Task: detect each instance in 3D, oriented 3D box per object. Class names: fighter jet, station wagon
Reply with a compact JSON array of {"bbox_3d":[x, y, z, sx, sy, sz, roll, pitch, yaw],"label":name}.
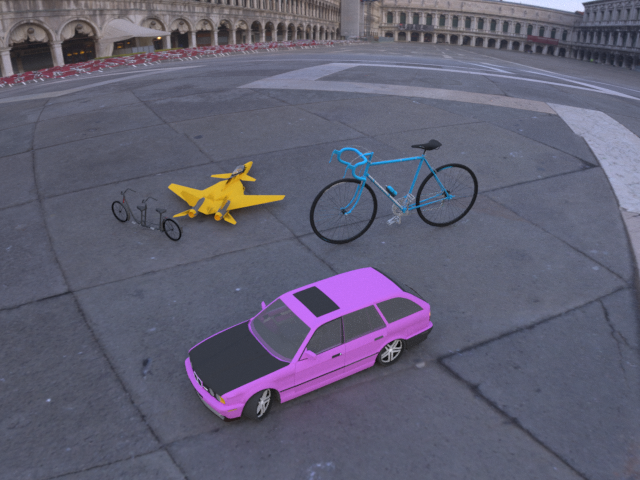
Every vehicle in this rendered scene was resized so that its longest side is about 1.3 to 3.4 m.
[{"bbox_3d":[-1.687,-1.113,13.009,2.229,0.557,2.640,7,30,12],"label":"fighter jet"},{"bbox_3d":[-0.109,1.141,8.598,3.105,0.920,1.327,-17,33,-28],"label":"station wagon"}]

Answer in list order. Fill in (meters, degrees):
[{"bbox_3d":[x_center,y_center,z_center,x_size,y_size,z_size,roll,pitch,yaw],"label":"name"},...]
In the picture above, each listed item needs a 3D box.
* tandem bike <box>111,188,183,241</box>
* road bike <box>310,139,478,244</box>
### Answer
[{"bbox_3d":[-2.918,-0.444,11.682,1.642,0.682,0.283,17,34,28],"label":"tandem bike"},{"bbox_3d":[1.258,-0.812,11.343,3.004,1.656,0.697,-9,31,-16],"label":"road bike"}]
